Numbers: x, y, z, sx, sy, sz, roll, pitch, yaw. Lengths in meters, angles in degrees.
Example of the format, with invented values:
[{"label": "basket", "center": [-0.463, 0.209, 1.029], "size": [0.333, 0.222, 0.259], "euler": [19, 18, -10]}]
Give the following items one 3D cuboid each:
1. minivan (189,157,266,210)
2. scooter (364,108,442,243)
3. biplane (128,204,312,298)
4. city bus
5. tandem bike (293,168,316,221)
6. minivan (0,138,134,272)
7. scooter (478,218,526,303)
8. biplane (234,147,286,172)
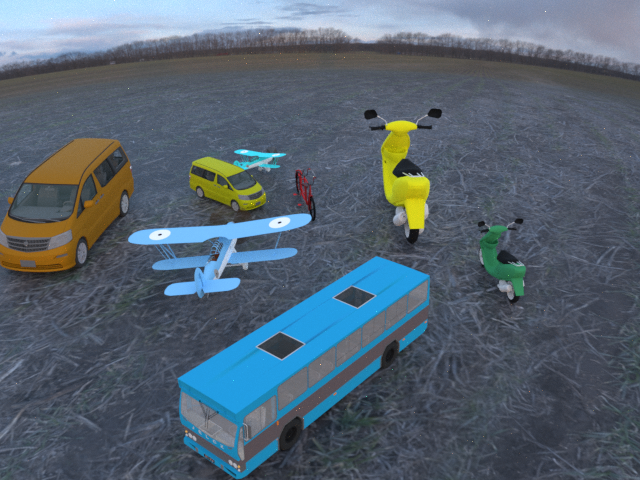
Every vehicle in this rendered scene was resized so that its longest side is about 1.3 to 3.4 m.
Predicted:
[{"label": "minivan", "center": [-1.648, -1.001, 12.451], "size": [1.548, 0.616, 0.681], "euler": [21, 34, 36]}, {"label": "scooter", "center": [1.376, -1.193, 11.524], "size": [1.288, 1.786, 2.721], "euler": [-2, 27, -3]}, {"label": "biplane", "center": [-1.440, 0.232, 9.567], "size": [2.598, 0.981, 2.120], "euler": [2, 27, 5]}, {"label": "city bus", "center": [-0.013, 1.250, 7.621], "size": [0.926, 0.894, 3.255], "euler": [20, 33, 35]}, {"label": "tandem bike", "center": [-0.262, -0.910, 12.195], "size": [0.283, 0.682, 1.642], "euler": [-6, 27, -11]}, {"label": "minivan", "center": [-3.948, -0.612, 11.019], "size": [1.324, 1.197, 3.011], "euler": [2, 27, 5]}, {"label": "scooter", "center": [2.512, 0.206, 9.688], "size": [0.662, 0.919, 1.399], "euler": [-4, 27, -8]}, {"label": "biplane", "center": [-1.286, -1.509, 13.596], "size": [1.336, 0.504, 1.090], "euler": [21, 33, 36]}]
